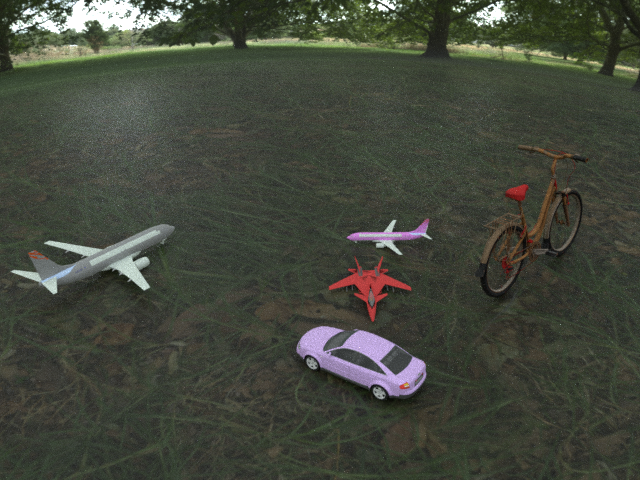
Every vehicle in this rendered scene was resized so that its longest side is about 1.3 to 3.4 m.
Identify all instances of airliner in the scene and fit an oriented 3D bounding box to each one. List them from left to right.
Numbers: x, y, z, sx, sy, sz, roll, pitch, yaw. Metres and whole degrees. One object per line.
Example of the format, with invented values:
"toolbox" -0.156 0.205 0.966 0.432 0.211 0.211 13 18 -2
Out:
"airliner" -3.082 0.074 10.195 2.257 0.835 2.541 19 34 31
"airliner" 1.079 -0.139 11.021 1.307 0.429 1.161 0 28 1

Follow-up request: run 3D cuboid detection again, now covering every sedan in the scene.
"sedan" 0.457 1.350 8.187 1.613 0.483 0.635 18 33 30

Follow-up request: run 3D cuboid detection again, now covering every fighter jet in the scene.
"fighter jet" 0.699 0.665 9.672 1.147 0.286 1.358 0 28 1

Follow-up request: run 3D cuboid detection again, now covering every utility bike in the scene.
"utility bike" 2.986 -0.352 9.927 2.791 1.839 1.039 -25 37 -38
